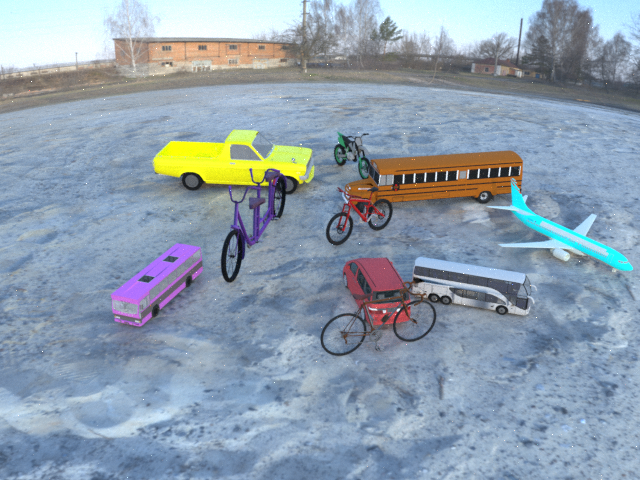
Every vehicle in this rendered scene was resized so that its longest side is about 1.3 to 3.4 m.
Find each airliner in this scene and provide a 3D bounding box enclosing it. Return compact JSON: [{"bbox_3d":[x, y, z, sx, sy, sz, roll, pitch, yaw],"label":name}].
[{"bbox_3d":[3.899,-0.239,11.129,2.257,0.835,2.541,-15,29,-29],"label":"airliner"}]

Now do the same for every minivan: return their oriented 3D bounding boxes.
[{"bbox_3d":[0.754,0.588,9.635,0.681,0.616,1.548,-5,26,-11],"label":"minivan"}]

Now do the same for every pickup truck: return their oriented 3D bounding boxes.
[{"bbox_3d":[-1.673,-1.618,13.864,3.117,0.993,1.244,3,25,6],"label":"pickup truck"}]

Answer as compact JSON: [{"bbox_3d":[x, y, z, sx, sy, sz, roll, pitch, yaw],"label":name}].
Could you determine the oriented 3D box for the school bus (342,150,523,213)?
[{"bbox_3d":[2.072,-1.113,12.969,3.322,0.844,0.709,-5,26,-10],"label":"school bus"}]

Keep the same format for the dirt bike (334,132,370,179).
[{"bbox_3d":[0.674,-1.794,14.397,0.527,0.857,1.493,-12,28,-25],"label":"dirt bike"}]

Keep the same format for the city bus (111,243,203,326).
[{"bbox_3d":[-2.231,0.609,9.774,0.476,0.460,1.674,9,27,18],"label":"city bus"}]

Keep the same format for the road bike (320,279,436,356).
[{"bbox_3d":[0.737,0.966,8.559,1.545,0.852,0.358,-8,27,-17],"label":"road bike"}]

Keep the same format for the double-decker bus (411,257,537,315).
[{"bbox_3d":[2.099,0.637,9.619,1.672,0.541,0.389,9,27,18],"label":"double-decker bus"}]

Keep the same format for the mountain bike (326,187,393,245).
[{"bbox_3d":[0.668,-0.446,11.530,1.469,0.868,0.573,-19,32,-35],"label":"mountain bike"}]

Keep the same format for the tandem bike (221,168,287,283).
[{"bbox_3d":[-0.991,-0.506,11.121,0.550,1.326,3.192,6,26,12],"label":"tandem bike"}]
